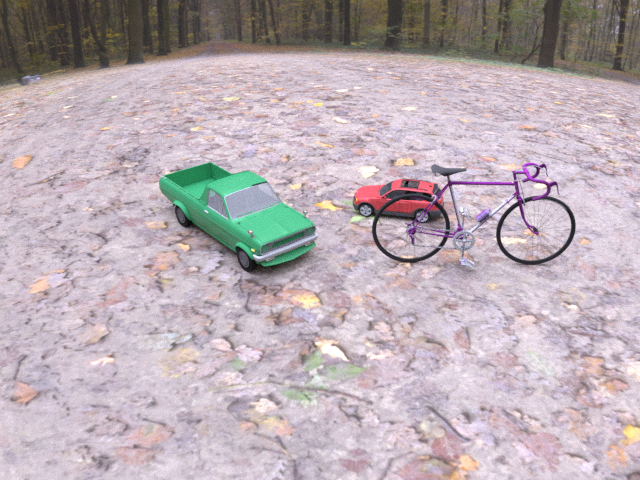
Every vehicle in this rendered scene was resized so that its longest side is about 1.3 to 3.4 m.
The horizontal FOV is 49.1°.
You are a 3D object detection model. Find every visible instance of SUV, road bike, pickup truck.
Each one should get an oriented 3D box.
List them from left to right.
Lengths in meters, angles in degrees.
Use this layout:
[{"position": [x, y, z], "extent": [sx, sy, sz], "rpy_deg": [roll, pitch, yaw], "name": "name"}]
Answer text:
[{"position": [-1.399, -0.566, 11.342], "extent": [1.244, 0.993, 3.117], "rpy_deg": [-22, 36, -34], "name": "pickup truck"}, {"position": [1.352, -0.735, 12.071], "extent": [1.572, 0.580, 0.656], "rpy_deg": [7, 30, 12], "name": "SUV"}, {"position": [2.279, -0.366, 10.298], "extent": [3.004, 1.656, 0.697], "rpy_deg": [1, 29, 2], "name": "road bike"}]
